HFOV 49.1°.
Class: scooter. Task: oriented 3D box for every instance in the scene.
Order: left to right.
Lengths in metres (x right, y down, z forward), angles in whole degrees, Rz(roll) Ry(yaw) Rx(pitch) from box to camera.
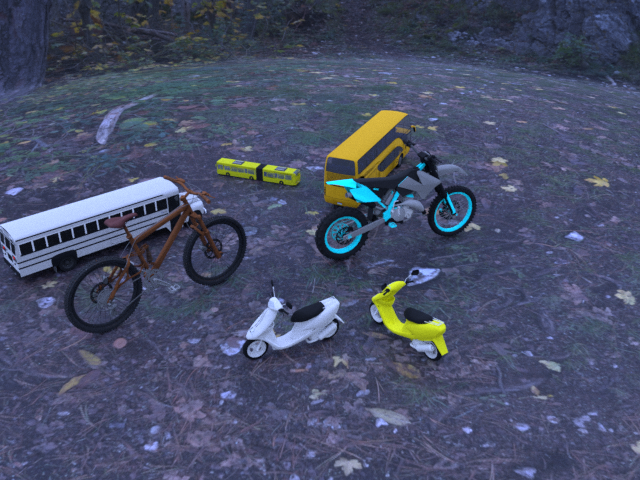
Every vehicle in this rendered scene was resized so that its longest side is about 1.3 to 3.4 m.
[{"bbox_3d":[-0.337,1.002,8.919,1.399,0.919,0.662,-12,31,-22],"label":"scooter"},{"bbox_3d":[1.125,0.935,9.043,0.662,0.919,1.399,-21,35,-33],"label":"scooter"}]

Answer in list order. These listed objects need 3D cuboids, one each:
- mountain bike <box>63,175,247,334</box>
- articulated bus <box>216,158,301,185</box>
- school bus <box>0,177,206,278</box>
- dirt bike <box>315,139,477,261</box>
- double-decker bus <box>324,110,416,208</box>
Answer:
[{"bbox_3d":[-2.186,0.183,9.617,2.857,1.688,1.114,-23,36,-36],"label":"mountain bike"},{"bbox_3d":[-1.239,-1.358,13.897,1.749,0.289,0.311,10,30,18],"label":"articulated bus"},{"bbox_3d":[-3.393,-0.300,11.380,3.322,0.844,0.709,-23,36,-35],"label":"school bus"},{"bbox_3d":[1.267,-0.619,11.108,2.903,1.666,1.024,-11,31,-20],"label":"dirt bike"},{"bbox_3d":[1.016,-1.667,13.668,0.756,1.052,3.251,12,31,21],"label":"double-decker bus"}]
